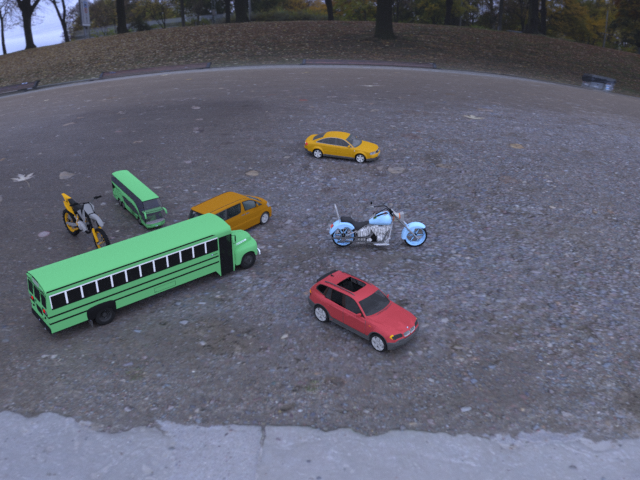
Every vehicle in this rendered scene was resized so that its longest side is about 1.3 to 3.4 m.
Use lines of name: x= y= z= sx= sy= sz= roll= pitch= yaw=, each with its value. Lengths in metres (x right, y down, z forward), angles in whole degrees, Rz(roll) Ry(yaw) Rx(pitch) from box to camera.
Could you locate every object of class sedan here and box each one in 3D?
sedan: x=0.470 y=-1.997 z=14.741 sx=1.613 sy=0.483 sz=0.635 roll=9 pitch=29 yaw=16

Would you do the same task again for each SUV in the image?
SUV: x=0.552 y=0.882 z=9.175 sx=1.572 sy=0.580 sz=0.656 roll=23 pitch=36 yaw=37

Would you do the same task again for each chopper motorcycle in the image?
chopper motorcycle: x=0.932 y=-0.235 z=11.101 sx=1.563 sy=0.761 sz=0.466 roll=-1 pitch=28 yaw=-3

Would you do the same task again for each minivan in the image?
minivan: x=-1.475 y=-0.447 z=11.659 sx=0.681 sy=0.616 sz=1.548 roll=20 pitch=34 yaw=33

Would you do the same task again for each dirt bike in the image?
dirt bike: x=-3.737 y=-0.300 z=11.122 sx=0.527 sy=0.857 sz=1.493 roll=-24 pitch=36 yaw=-38

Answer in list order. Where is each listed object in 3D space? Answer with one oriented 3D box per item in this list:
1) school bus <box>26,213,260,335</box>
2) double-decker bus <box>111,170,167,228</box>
school bus: x=-2.338 y=0.360 z=9.883 sx=3.322 sy=0.844 sz=0.709 roll=-21 pitch=35 yaw=-35
double-decker bus: x=-3.190 y=-0.712 z=12.242 sx=0.389 sy=0.541 sz=1.672 roll=-18 pitch=33 yaw=-30
